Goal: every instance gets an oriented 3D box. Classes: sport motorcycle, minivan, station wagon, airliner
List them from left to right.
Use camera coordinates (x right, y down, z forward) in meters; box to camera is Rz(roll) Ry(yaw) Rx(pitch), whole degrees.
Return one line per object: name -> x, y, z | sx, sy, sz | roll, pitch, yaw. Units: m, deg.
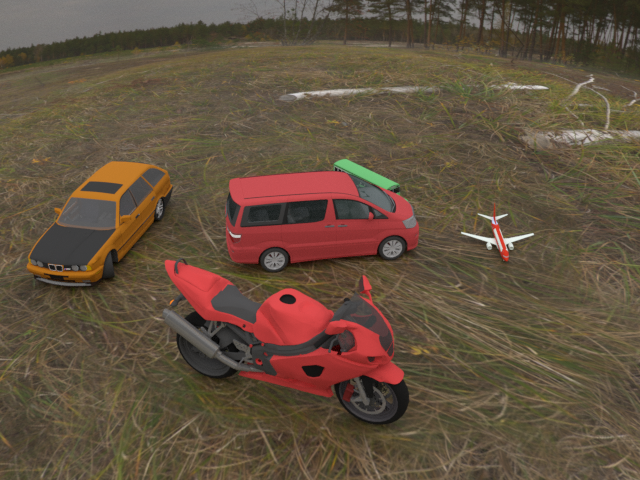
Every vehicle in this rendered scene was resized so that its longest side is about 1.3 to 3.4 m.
station wagon -> -3.437, -0.404, 11.144 | 1.327, 0.920, 3.105 | 6, 31, 10
sport motorcycle -> -0.405, 1.133, 7.848 | 2.955, 1.596, 0.983 | 12, 32, 20
minivan -> 0.047, -0.382, 10.833 | 3.011, 1.197, 1.324 | -6, 31, -9
airliner -> 2.862, -0.115, 11.136 | 1.161, 0.429, 1.307 | 1, 30, 2

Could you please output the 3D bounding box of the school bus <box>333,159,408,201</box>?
school bus -> 0.910, -0.979, 12.609 | 0.365, 0.434, 1.708 | -22, 37, -33
